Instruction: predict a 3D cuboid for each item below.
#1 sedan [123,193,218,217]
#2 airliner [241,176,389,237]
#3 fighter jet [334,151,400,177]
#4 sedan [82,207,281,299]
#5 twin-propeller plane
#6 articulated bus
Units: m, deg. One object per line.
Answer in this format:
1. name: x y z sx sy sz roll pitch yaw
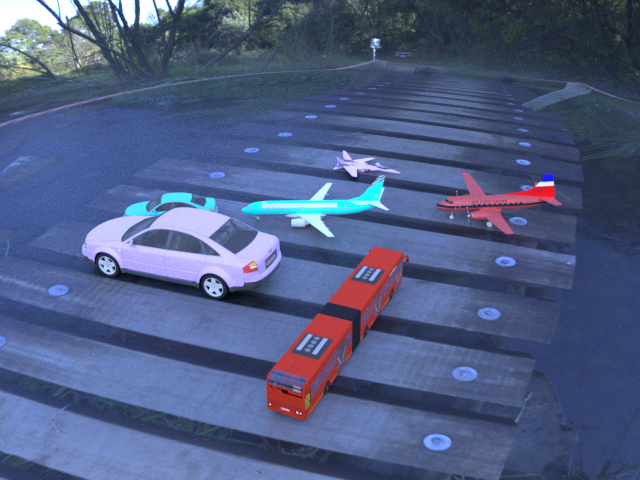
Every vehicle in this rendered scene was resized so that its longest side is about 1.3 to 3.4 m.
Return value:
1. sedan: -2.599 -0.538 12.170 1.613 0.483 0.635 -2 27 -4
2. airliner: -0.106 -0.730 12.159 2.541 0.835 2.257 0 27 0
3. fighter jet: 1.007 -1.550 14.370 1.358 0.286 1.147 11 29 20
4. sedan: -2.126 0.046 10.522 3.137 0.940 1.235 9 29 18
5. twin-propeller plane: 3.082 -0.754 12.254 2.129 0.792 2.663 -2 27 -4
6. articulated bus: 0.325 1.039 8.992 0.605 0.561 3.401 12 29 22
